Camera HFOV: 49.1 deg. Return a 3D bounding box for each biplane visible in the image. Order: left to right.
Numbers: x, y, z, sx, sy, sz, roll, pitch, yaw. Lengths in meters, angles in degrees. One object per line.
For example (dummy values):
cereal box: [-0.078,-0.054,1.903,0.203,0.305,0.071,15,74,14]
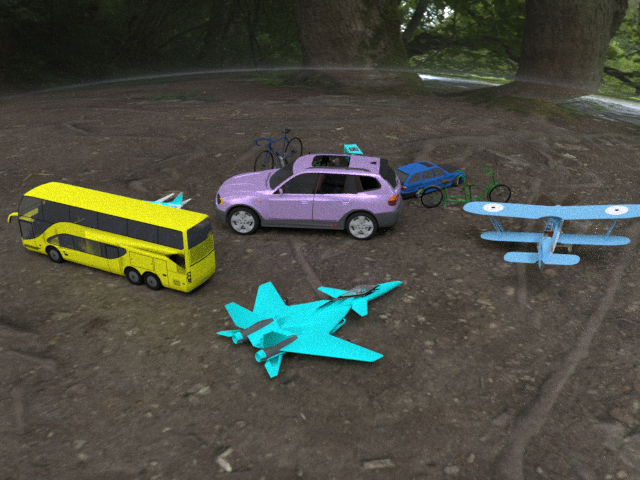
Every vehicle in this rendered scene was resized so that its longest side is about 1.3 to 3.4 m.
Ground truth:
biplane: [3.278,-0.082,10.119,2.598,0.981,2.120,11,28,21]

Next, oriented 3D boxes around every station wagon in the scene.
station wagon: [1.971,-1.186,12.921,1.597,0.473,0.682,-17,31,-31]

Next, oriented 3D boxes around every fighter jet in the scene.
fighter jet: [0.113,0.795,8.822,2.640,0.557,2.229,-20,33,-35]

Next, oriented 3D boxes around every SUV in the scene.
SUV: [-0.178,-0.791,11.385,3.058,1.128,1.276,3,26,5]

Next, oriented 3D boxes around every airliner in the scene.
airliner: [-2.897,-0.681,11.949,1.307,0.429,1.161,7,27,13]

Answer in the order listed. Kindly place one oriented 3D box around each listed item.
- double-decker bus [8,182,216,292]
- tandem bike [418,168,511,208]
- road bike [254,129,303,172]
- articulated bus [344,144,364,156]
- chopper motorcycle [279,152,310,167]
double-decker bus: [-3.014,-0.090,10.055,3.251,1.052,0.756,12,29,23]
tandem bike: [2.515,-0.885,12.079,1.642,0.682,0.283,-2,26,-4]
road bike: [-0.790,-1.687,13.507,0.358,0.852,1.545,17,31,30]
articulated bus: [0.776,-1.496,13.756,0.311,0.289,1.749,-5,27,-10]
chopper motorcycle: [-0.032,-1.232,12.690,1.563,0.761,0.466,-9,28,-17]
